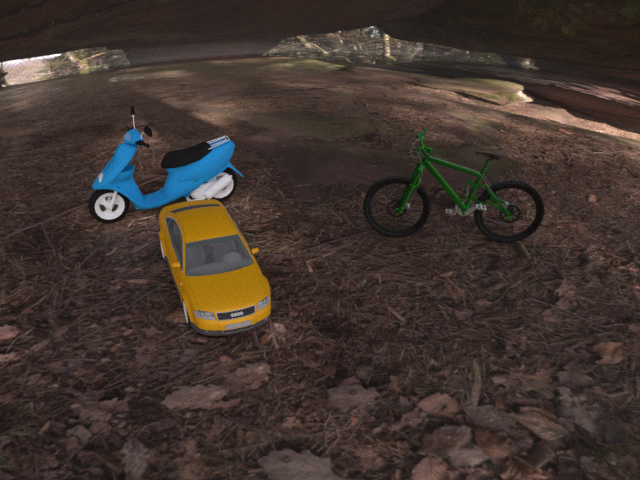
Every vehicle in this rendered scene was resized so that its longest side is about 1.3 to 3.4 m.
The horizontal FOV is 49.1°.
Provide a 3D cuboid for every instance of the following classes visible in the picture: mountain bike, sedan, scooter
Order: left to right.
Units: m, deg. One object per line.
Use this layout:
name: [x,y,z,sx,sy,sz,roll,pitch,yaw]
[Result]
scooter: [-2.637,-1.300,11.922,2.721,1.786,1.288,-13,32,-22]
sedan: [-1.580,0.208,10.093,1.235,0.940,3.137,-10,31,-18]
mountain bike: [2.116,-0.747,11.036,2.857,1.688,1.114,3,29,5]
